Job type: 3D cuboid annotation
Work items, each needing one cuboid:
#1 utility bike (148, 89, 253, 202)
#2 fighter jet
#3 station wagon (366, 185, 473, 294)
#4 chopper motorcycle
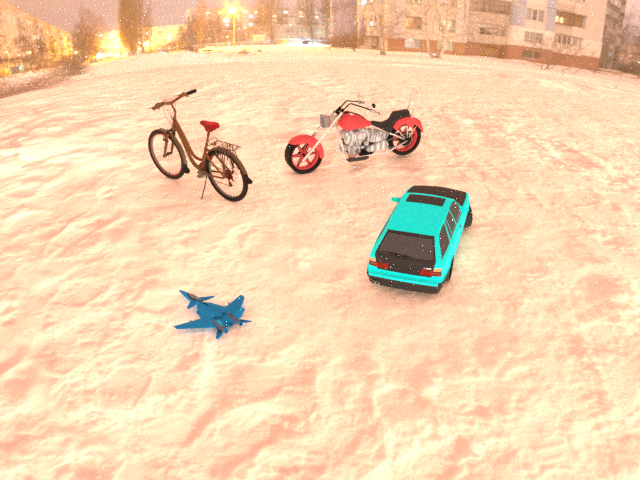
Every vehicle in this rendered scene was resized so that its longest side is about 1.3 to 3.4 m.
[{"bbox_3d":[-2.373,-1.715,12.933,2.791,1.839,1.039,21,35,33],"label":"utility bike"},{"bbox_3d":[-1.598,0.891,9.760,1.147,0.286,1.358,-24,37,-37],"label":"fighter jet"},{"bbox_3d":[1.680,-0.265,11.226,1.327,0.920,3.105,9,30,16],"label":"station wagon"},{"bbox_3d":[0.734,-2.245,14.287,3.040,1.480,0.906,-11,30,-19],"label":"chopper motorcycle"}]
